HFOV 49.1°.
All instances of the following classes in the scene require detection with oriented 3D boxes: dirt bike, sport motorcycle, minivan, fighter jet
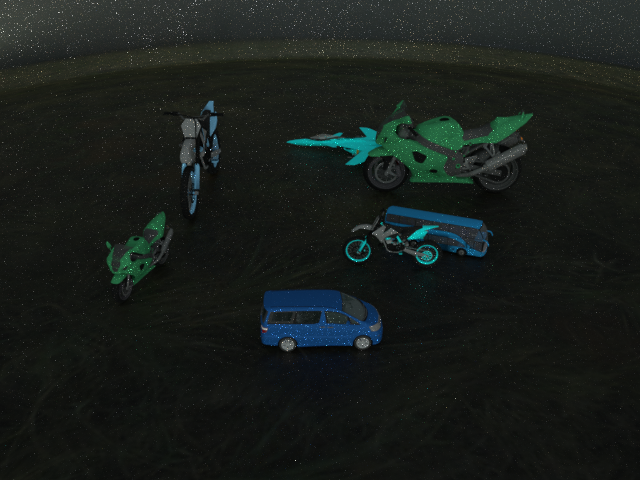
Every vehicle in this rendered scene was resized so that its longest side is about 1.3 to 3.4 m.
[{"bbox_3d":[1.084,0.016,10.403,1.493,0.857,0.527,3,28,5],"label":"dirt bike"},{"bbox_3d":[2.260,-1.609,12.634,2.955,1.596,0.983,0,28,1],"label":"sport motorcycle"},{"bbox_3d":[-2.129,-1.591,12.529,1.024,1.666,2.903,1,28,3],"label":"dirt bike"},{"bbox_3d":[0.021,0.983,8.866,1.548,0.616,0.681,-1,28,-2],"label":"minivan"},{"bbox_3d":[-2.576,0.235,10.035,0.506,0.821,1.520,8,29,15],"label":"sport motorcycle"},{"bbox_3d":[0.581,-2.138,14.709,2.640,0.557,2.229,5,29,9],"label":"fighter jet"}]

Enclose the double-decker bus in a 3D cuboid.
[{"bbox_3d":[1.844,-0.130,11.006,1.672,0.541,0.389,11,30,19],"label":"double-decker bus"}]
